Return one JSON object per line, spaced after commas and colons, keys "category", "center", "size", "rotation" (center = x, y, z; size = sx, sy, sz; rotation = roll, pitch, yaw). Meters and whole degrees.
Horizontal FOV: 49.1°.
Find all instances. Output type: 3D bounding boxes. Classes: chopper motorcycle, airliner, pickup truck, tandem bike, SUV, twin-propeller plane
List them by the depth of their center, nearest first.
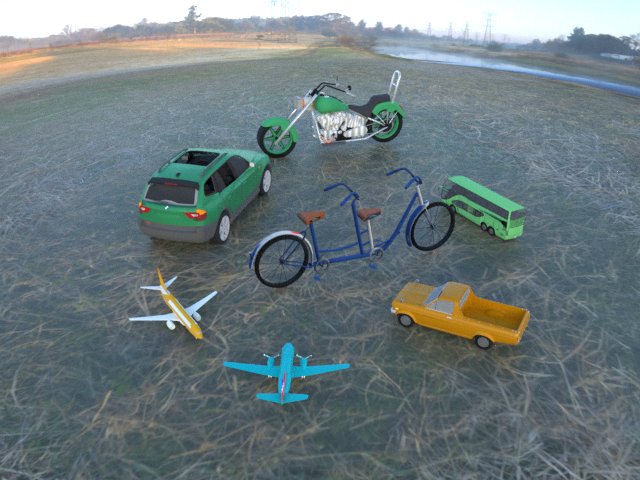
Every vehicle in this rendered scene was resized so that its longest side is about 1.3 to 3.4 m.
{"category": "twin-propeller plane", "center": [-0.366, 1.368, 7.481], "size": [1.370, 0.407, 1.095], "rotation": [1, 27, 1]}
{"category": "pickup truck", "center": [1.670, 0.837, 8.393], "size": [1.603, 0.511, 0.640], "rotation": [14, 30, 24]}
{"category": "airliner", "center": [-1.736, 0.784, 8.583], "size": [1.161, 0.429, 1.307], "rotation": [-17, 32, -29]}
{"category": "tandem bike", "center": [0.527, -0.189, 9.488], "size": [3.192, 1.326, 0.550], "rotation": [-12, 30, -23]}
{"category": "SUV", "center": [-1.748, -0.926, 11.125], "size": [1.276, 1.128, 3.058], "rotation": [7, 28, 14]}
{"category": "chopper motorcycle", "center": [0.249, -2.473, 13.729], "size": [3.040, 1.480, 0.906], "rotation": [-9, 29, -16]}

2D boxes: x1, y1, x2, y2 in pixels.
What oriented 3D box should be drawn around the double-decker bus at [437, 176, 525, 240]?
{"category": "double-decker bus", "center": [2.515, -0.543, 11.024], "size": [0.389, 0.541, 1.672], "rotation": [-14, 31, -25]}
